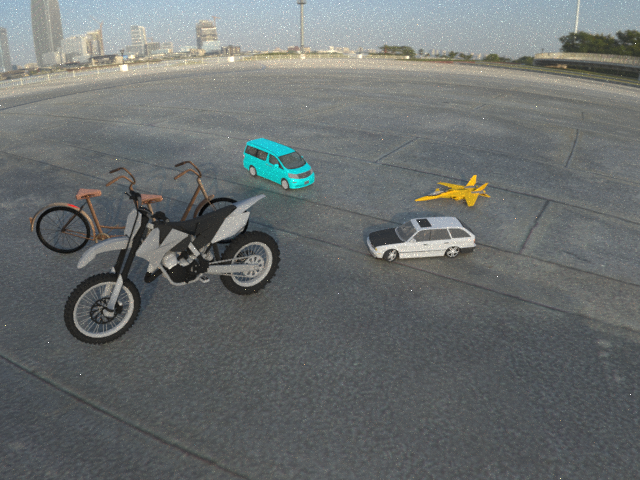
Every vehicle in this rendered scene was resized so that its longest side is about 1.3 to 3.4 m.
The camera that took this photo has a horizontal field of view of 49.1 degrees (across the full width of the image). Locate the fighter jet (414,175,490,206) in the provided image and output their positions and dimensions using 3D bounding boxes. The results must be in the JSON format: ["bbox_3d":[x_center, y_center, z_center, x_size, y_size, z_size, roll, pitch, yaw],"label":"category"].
[{"bbox_3d":[2.281,-0.865,12.355,1.358,0.286,1.147,-9,28,-18],"label":"fighter jet"}]

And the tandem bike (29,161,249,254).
[{"bbox_3d":[-2.668,-0.460,10.365,3.192,1.326,0.550,-3,27,-7],"label":"tandem bike"}]

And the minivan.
[{"bbox_3d":[-0.776,-1.436,13.138,0.681,0.616,1.548,-23,34,-38],"label":"minivan"}]

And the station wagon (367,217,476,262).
[{"bbox_3d":[1.505,-0.045,10.488,1.597,0.473,0.682,-4,27,-7],"label":"station wagon"}]

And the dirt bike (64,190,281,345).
[{"bbox_3d":[-1.732,0.231,8.587,2.903,1.666,1.024,-18,31,-32],"label":"dirt bike"}]
